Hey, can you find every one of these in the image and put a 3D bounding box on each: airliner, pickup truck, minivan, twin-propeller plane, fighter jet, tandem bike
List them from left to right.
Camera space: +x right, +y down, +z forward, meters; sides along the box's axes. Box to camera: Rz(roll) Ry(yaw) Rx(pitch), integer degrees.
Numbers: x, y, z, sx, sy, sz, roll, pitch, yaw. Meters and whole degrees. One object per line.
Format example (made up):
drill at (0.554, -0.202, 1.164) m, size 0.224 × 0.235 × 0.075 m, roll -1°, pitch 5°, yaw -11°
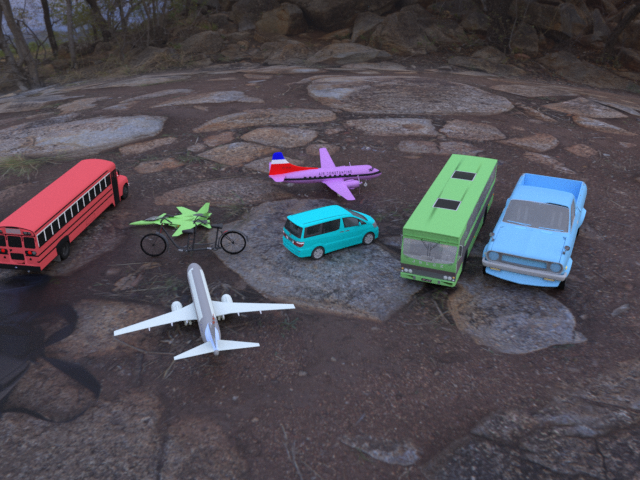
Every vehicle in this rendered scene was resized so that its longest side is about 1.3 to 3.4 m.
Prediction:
fighter jet at (-2.497, -0.378, 11.682) m, size 1.358 × 0.286 × 1.147 m, roll -3°, pitch 27°, yaw -6°
tandem bike at (-1.914, -0.065, 10.630) m, size 1.642 × 0.682 × 0.283 m, roll -2°, pitch 27°, yaw -4°
airliner at (-1.497, 0.706, 8.945) m, size 2.257 × 0.835 × 2.541 m, roll -7°, pitch 28°, yaw -14°
twin-propeller plane at (0.111, -1.303, 12.944) m, size 2.129 × 0.792 × 2.663 m, roll -5°, pitch 27°, yaw -9°
minivan at (0.194, -0.187, 10.944) m, size 1.548 × 0.616 × 0.681 m, roll -16°, pitch 31°, yaw -28°
pickup truck at (3.390, -0.323, 10.794) m, size 1.244 × 0.993 × 3.117 m, roll 11°, pitch 29°, yaw 21°

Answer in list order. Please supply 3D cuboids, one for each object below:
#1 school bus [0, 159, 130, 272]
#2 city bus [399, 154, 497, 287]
school bus at (-4.049, -0.538, 11.383) m, size 0.709 × 0.844 × 3.322 m, roll 4°, pitch 27°, yaw 8°
city bus at (2.093, -0.382, 11.019) m, size 0.926 × 0.894 × 3.255 m, roll 10°, pitch 29°, yaw 19°
